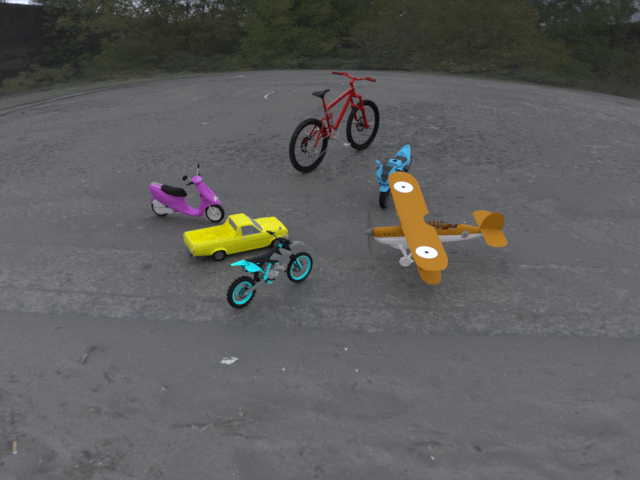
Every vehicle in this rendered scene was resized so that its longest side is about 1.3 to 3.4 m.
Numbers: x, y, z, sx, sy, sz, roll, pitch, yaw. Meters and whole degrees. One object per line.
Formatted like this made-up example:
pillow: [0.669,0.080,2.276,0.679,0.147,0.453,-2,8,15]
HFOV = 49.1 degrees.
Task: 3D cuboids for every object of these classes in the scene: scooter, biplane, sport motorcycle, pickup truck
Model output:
scooter: [-2.297,-0.777,11.886,1.399,0.919,0.662,6,27,12]
biplane: [1.722,-0.104,10.485,2.120,0.981,2.598,-2,27,-5]
sport motorcycle: [1.365,-1.173,12.779,0.506,0.821,1.520,11,29,20]
pickup truck: [-1.312,-0.093,10.984,1.603,0.511,0.640,-12,29,-22]

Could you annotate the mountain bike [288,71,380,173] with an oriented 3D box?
mountain bike: [0.359,-2.437,14.323,1.114,1.688,2.857,21,34,35]

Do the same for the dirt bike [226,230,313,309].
dirt bike: [-0.678,0.375,9.672,1.493,0.857,0.527,-22,34,-36]
